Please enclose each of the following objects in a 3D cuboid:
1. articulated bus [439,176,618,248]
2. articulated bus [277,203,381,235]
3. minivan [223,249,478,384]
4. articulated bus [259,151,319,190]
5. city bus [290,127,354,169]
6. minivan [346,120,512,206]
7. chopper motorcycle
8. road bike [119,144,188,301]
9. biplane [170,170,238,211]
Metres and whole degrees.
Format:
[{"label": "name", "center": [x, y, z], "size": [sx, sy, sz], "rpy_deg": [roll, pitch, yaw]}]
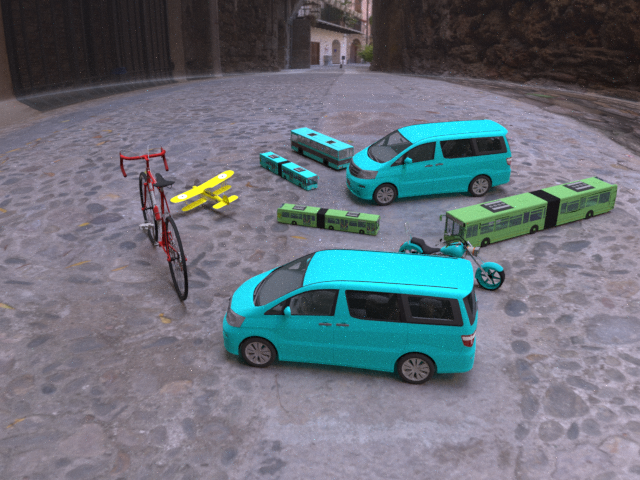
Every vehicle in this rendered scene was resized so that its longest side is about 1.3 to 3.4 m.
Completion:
[{"label": "articulated bus", "center": [3.531, -0.474, 11.612], "size": [3.401, 0.561, 0.605], "rpy_deg": [-13, 29, -25]}, {"label": "articulated bus", "center": [0.142, -0.352, 11.673], "size": [1.749, 0.289, 0.311], "rpy_deg": [8, 27, 16]}, {"label": "minivan", "center": [0.336, 0.799, 8.298], "size": [3.011, 1.197, 1.324], "rpy_deg": [4, 26, 9]}, {"label": "articulated bus", "center": [-0.635, -1.375, 13.756], "size": [0.311, 0.289, 1.749], "rpy_deg": [-18, 31, -32]}, {"label": "city bus", "center": [0.026, -1.909, 14.649], "size": [0.476, 0.460, 1.674], "rpy_deg": [-18, 32, -33]}, {"label": "minivan", "center": [1.986, -1.482, 12.943], "size": [3.011, 1.197, 1.324], "rpy_deg": [-6, 27, -12]}, {"label": "chopper motorcycle", "center": [1.863, 0.226, 9.960], "size": [1.563, 0.761, 0.466], "rpy_deg": [13, 29, 24]}, {"label": "road bike", "center": [-2.318, -0.344, 10.106], "size": [0.696, 1.656, 3.004], "rpy_deg": [-11, 28, -21]}, {"label": "biplane", "center": [-1.943, -0.769, 12.277], "size": [1.090, 0.504, 1.336], "rpy_deg": [24, 35, 39]}]
